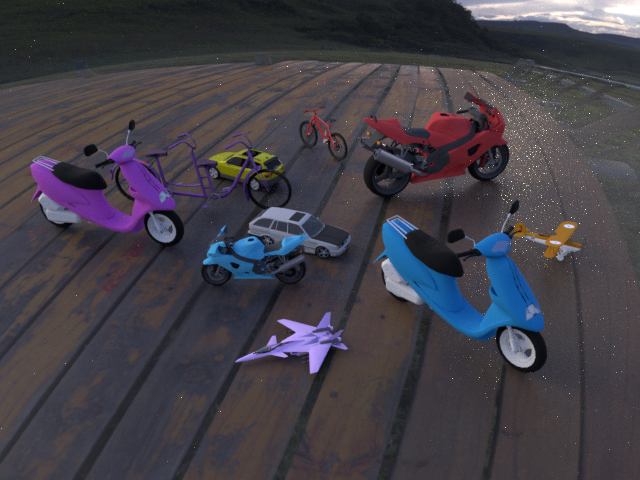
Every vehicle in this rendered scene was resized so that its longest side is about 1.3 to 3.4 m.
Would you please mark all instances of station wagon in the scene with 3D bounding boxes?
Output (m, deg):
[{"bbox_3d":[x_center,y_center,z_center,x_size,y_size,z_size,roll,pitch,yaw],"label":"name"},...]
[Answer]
[{"bbox_3d":[-0.315,-0.151,10.914,1.597,0.473,0.682,12,31,21],"label":"station wagon"}]

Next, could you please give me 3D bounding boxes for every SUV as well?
[{"bbox_3d":[-1.401,-1.393,13.025,1.572,0.580,0.656,17,34,28],"label":"SUV"}]

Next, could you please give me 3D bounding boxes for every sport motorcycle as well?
[{"bbox_3d":[2.111,-1.650,12.443,2.955,1.596,0.983,-10,31,-17],"label":"sport motorcycle"},{"bbox_3d":[-0.921,0.264,9.817,1.520,0.821,0.506,-2,29,-3],"label":"sport motorcycle"}]

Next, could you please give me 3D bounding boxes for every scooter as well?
[{"bbox_3d":[1.693,0.376,8.628,1.288,1.786,2.721,-23,36,-35],"label":"scooter"},{"bbox_3d":[-3.380,-0.859,10.835,2.721,1.786,1.288,9,31,16],"label":"scooter"}]

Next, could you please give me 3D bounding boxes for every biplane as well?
[{"bbox_3d":[3.487,-0.010,10.631,1.090,0.504,1.336,16,33,27],"label":"biplane"}]

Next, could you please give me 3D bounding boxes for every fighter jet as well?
[{"bbox_3d":[-0.390,1.256,8.590,1.358,0.286,1.147,-12,31,-20],"label":"fighter jet"}]

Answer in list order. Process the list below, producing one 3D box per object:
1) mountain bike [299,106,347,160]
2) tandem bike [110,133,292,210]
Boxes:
[{"bbox_3d":[0.055,-2.158,14.097,0.573,0.868,1.469,-22,36,-34],"label":"mountain bike"},{"bbox_3d":[-2.054,-1.168,11.859,3.192,1.326,0.550,4,29,7],"label":"tandem bike"}]
